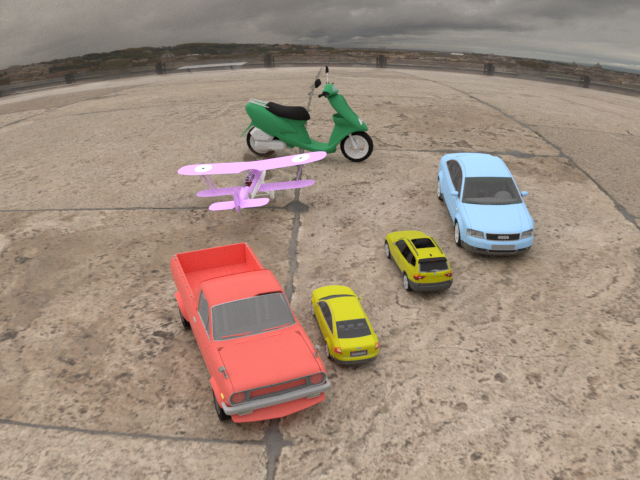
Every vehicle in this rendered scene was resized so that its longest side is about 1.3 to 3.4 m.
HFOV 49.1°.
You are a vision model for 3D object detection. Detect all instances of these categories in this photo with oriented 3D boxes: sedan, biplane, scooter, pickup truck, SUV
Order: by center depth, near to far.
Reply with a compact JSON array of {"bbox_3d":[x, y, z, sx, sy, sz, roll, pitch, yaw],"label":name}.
[{"bbox_3d":[-0.947,0.864,8.280,1.244,0.993,3.117,-10,29,-19],"label":"pickup truck"},{"bbox_3d":[0.284,0.953,8.668,0.635,0.483,1.613,-5,27,-11],"label":"sedan"},{"bbox_3d":[1.400,0.206,10.032,0.656,0.580,1.572,-5,27,-9],"label":"SUV"},{"bbox_3d":[2.685,-0.763,11.545,1.235,0.940,3.137,0,27,0],"label":"sedan"},{"bbox_3d":[-1.217,-0.925,11.819,2.598,0.981,2.120,3,27,6],"label":"biplane"},{"bbox_3d":[-0.272,-2.463,13.960,2.721,1.786,1.288,4,27,8],"label":"scooter"}]
